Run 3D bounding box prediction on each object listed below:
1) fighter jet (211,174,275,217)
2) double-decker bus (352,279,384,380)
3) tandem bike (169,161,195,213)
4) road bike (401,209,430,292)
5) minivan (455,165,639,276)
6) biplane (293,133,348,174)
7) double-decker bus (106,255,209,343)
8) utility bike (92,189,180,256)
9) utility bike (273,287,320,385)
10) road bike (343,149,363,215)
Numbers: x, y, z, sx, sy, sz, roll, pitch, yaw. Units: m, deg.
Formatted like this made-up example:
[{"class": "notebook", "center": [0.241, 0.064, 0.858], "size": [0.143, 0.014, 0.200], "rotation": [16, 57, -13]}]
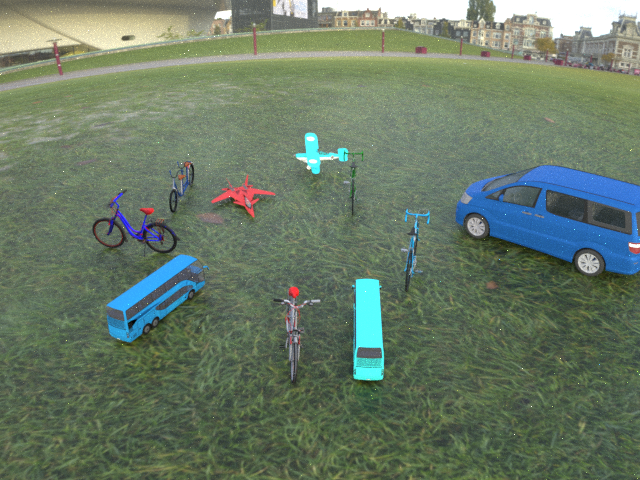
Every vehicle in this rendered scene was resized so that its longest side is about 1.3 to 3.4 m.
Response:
[{"class": "fighter jet", "center": [-1.322, -0.762, 12.309], "size": [1.147, 0.286, 1.358], "rotation": [-9, 29, -16]}, {"class": "double-decker bus", "center": [0.587, 1.042, 8.632], "size": [0.389, 0.541, 1.672], "rotation": [1, 28, 2]}, {"class": "tandem bike", "center": [-2.460, -1.077, 12.482], "size": [0.283, 0.682, 1.642], "rotation": [2, 28, 4]}, {"class": "road bike", "center": [1.338, 0.102, 10.075], "size": [0.358, 0.852, 1.545], "rotation": [6, 28, 11]}, {"class": "minivan", "center": [3.585, -0.459, 10.766], "size": [3.011, 1.197, 1.324], "rotation": [22, 35, 35]}, {"class": "biplane", "center": [0.010, -1.643, 13.741], "size": [1.090, 0.504, 1.336], "rotation": [-2, 28, -3]}, {"class": "double-decker bus", "center": [-2.113, 0.719, 9.241], "size": [0.389, 0.541, 1.672], "rotation": [14, 31, 24]}, {"class": "utility bike", "center": [-2.828, -0.217, 10.576], "size": [1.435, 0.946, 0.535], "rotation": [5, 28, 10]}, {"class": "utility bike", "center": [-0.278, 0.991, 8.295], "size": [0.535, 0.946, 1.435], "rotation": [-2, 28, -4]}, {"class": "road bike", "center": [0.579, -1.059, 12.267], "size": [0.358, 0.852, 1.545], "rotation": [1, 28, 2]}]
